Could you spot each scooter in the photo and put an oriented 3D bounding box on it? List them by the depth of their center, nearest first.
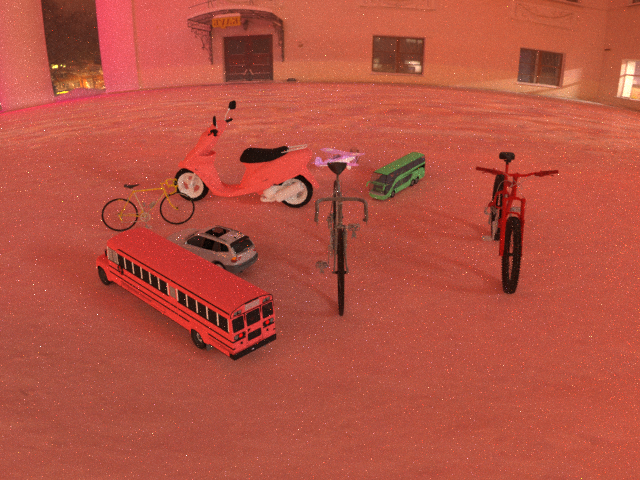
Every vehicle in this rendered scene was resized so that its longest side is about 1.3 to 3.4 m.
[{"bbox_3d":[-1.365,-1.471,12.568,2.721,1.786,1.288,4,25,9],"label":"scooter"}]

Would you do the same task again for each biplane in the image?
[{"bbox_3d":[0.327,-1.659,14.482,1.090,0.504,1.336,-18,30,-33],"label":"biplane"}]

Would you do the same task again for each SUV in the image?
[{"bbox_3d":[-1.685,0.082,10.669,1.572,0.580,0.656,16,29,30],"label":"SUV"}]

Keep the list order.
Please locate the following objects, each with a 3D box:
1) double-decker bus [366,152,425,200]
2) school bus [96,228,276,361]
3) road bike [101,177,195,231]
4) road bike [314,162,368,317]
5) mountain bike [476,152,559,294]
[{"bbox_3d":[1.502,-1.236,13.536,0.389,0.541,1.672,17,30,32],"label":"double-decker bus"},{"bbox_3d":[-1.931,0.580,9.291,3.322,0.844,0.709,23,33,40],"label":"school bus"},{"bbox_3d":[-2.895,-0.594,11.794,1.545,0.852,0.358,-8,26,-16],"label":"road bike"},{"bbox_3d":[0.260,-0.187,9.974,0.696,1.656,3.004,0,25,-1],"label":"road bike"},{"bbox_3d":[2.783,-0.433,10.463,1.114,1.688,2.857,3,25,7],"label":"mountain bike"}]
